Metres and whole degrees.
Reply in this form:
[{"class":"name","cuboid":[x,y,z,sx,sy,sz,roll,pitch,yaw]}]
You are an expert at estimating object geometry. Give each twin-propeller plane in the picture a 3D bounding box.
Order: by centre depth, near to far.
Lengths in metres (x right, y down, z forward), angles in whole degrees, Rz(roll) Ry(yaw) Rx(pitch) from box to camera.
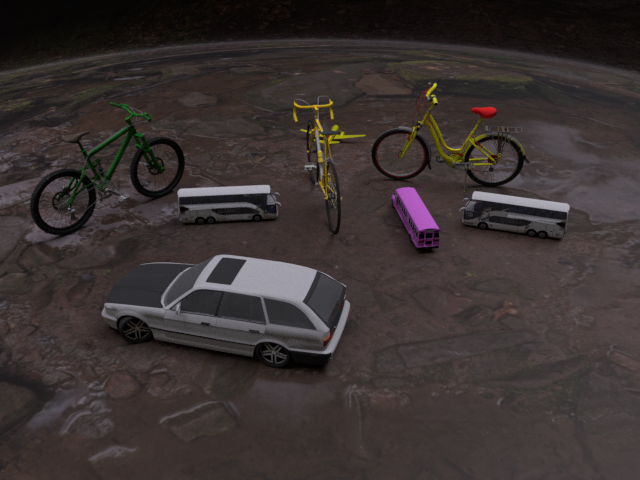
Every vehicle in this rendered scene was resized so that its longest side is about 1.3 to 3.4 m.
[{"class":"twin-propeller plane","cuboid":[0.239,-2.193,14.336,1.370,0.407,1.095,7,31,11]}]

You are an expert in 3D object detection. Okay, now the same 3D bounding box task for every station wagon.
[{"class":"station wagon","cuboid":[-1.215,0.751,8.849,3.105,0.920,1.327,7,31,12]}]

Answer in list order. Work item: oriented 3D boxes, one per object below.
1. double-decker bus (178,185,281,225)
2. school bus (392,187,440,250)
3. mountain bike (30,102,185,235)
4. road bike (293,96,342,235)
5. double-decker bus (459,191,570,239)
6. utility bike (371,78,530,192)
[{"class":"double-decker bus","cuboid":[-1.479,-0.588,11.487,1.672,0.541,0.389,-3,31,-5]},{"class":"school bus","cuboid":[1.509,-0.404,11.282,0.365,0.434,1.708,-5,31,-8]},{"class":"mountain bike","cuboid":[-3.391,-1.175,11.354,1.114,1.688,2.857,26,39,36]},{"class":"road bike","cuboid":[0.033,-1.334,11.656,0.697,1.656,3.004,-5,31,-9]},{"class":"double-decker bus","cuboid":[3.085,-0.407,11.181,1.672,0.541,0.389,9,32,15]},{"class":"utility bike","cuboid":[2.291,-1.751,12.180,2.791,1.839,1.039,5,31,8]}]
